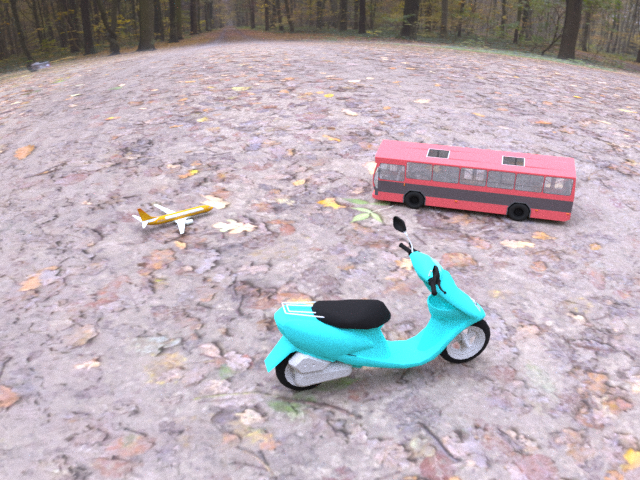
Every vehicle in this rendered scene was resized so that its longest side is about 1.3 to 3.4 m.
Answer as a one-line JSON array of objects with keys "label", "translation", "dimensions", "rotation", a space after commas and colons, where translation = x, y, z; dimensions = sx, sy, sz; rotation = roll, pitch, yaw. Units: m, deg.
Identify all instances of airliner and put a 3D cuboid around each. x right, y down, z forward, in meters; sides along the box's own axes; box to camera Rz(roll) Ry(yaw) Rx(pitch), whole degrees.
[{"label": "airliner", "translation": [-2.344, -0.472, 11.397], "dimensions": [1.307, 0.429, 1.161], "rotation": [-18, 35, -28]}]

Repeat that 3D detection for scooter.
[{"label": "scooter", "translation": [0.718, 0.828, 7.834], "dimensions": [2.721, 1.786, 1.288], "rotation": [-7, 31, -12]}]

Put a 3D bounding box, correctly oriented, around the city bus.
[{"label": "city bus", "translation": [2.559, -0.987, 11.815], "dimensions": [3.255, 0.894, 0.926], "rotation": [8, 31, 13]}]
